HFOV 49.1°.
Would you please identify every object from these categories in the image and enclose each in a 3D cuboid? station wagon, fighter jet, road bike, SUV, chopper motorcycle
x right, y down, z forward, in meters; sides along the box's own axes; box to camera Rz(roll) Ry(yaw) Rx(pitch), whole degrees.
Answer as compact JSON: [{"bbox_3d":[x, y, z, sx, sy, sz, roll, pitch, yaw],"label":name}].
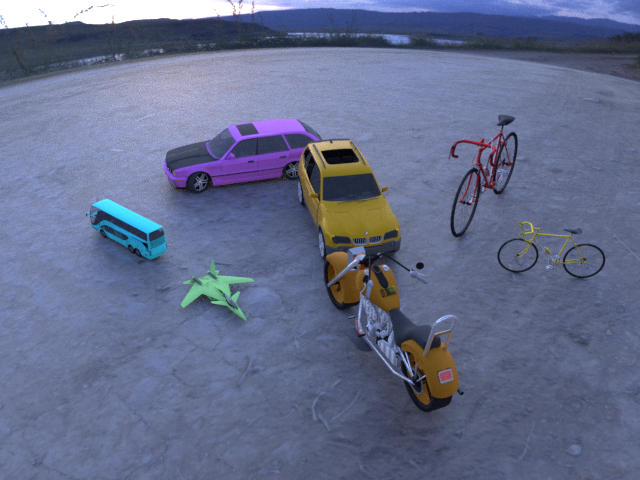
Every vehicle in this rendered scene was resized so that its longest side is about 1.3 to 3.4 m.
[{"bbox_3d":[-1.447,-1.698,13.452,3.105,0.920,1.327,-9,32,-16],"label":"station wagon"},{"bbox_3d":[-1.393,0.736,9.915,1.147,0.286,1.358,-20,36,-30],"label":"fighter jet"},{"bbox_3d":[2.860,-1.206,11.880,0.696,1.656,3.004,18,35,28],"label":"road bike"},{"bbox_3d":[3.427,0.163,10.335,1.545,0.852,0.358,5,31,8],"label":"road bike"},{"bbox_3d":[0.405,-0.757,11.636,1.276,1.128,3.058,-6,31,-10],"label":"SUV"},{"bbox_3d":[0.770,0.791,8.638,0.906,1.480,3.040,-12,33,-20],"label":"chopper motorcycle"}]

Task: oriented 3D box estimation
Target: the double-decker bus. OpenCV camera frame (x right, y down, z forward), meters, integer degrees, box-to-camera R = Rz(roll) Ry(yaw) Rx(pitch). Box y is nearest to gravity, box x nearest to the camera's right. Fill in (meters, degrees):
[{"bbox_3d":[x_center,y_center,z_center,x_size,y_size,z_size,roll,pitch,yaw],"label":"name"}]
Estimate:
[{"bbox_3d":[-3.121,-0.196,11.257,1.672,0.541,0.389,23,38,34],"label":"double-decker bus"}]
